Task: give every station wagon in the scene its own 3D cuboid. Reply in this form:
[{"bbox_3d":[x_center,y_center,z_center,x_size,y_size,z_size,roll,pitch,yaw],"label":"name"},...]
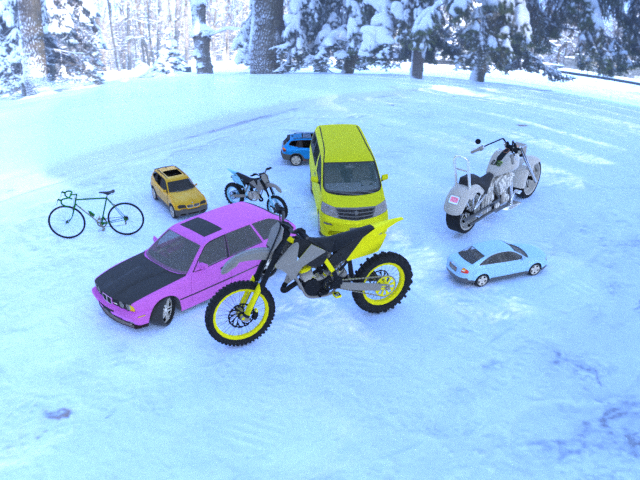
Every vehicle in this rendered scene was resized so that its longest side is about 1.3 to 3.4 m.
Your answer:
[{"bbox_3d":[-1.742,0.230,10.117,1.327,0.920,3.105,23,35,39],"label":"station wagon"}]

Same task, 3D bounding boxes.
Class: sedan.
[{"bbox_3d":[2.681,0.275,10.517,1.613,0.483,0.635,-10,28,-18],"label":"sedan"}]

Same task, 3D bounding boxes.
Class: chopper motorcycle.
[{"bbox_3d":[3.115,-1.122,12.201,0.906,1.480,3.040,22,34,36],"label":"chopper motorcycle"}]

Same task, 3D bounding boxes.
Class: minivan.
[{"bbox_3d":[0.454,-1.098,12.468,1.324,1.197,3.011,-2,27,-4],"label":"minivan"}]

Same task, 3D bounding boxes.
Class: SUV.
[{"bbox_3d":[-0.050,-1.953,14.871,1.572,0.580,0.656,0,27,-1],"label":"SUV"},{"bbox_3d":[-2.605,-0.912,12.785,0.656,0.580,1.572,-15,30,-28],"label":"SUV"}]

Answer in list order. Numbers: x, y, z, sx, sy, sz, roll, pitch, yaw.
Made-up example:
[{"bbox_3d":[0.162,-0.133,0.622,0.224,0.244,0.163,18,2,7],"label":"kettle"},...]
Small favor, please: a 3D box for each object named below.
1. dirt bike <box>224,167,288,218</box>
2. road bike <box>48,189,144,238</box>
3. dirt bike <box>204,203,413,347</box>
[{"bbox_3d":[-1.146,-0.863,12.378,1.493,0.857,0.527,19,32,33],"label":"dirt bike"},{"bbox_3d":[-3.698,-0.436,11.530,1.545,0.852,0.358,-3,27,-7],"label":"road bike"},{"bbox_3d":[-0.071,0.419,8.903,2.903,1.666,1.024,-11,29,-21],"label":"dirt bike"}]
